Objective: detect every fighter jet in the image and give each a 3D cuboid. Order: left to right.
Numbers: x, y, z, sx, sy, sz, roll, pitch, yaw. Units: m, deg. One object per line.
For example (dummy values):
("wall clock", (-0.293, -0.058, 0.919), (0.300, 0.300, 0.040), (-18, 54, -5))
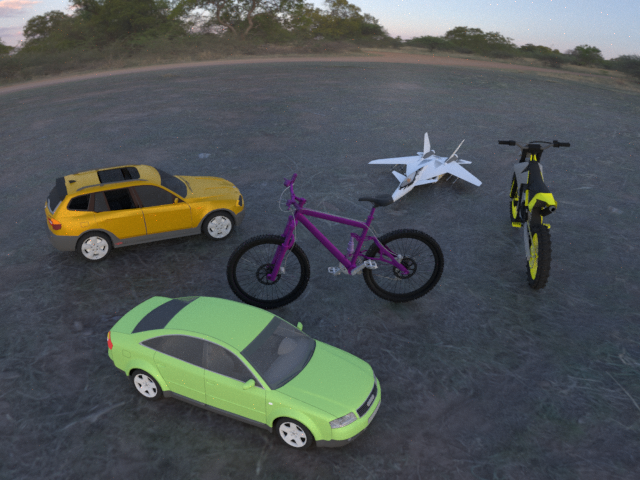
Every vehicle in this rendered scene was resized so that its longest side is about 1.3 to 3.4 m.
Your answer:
("fighter jet", (1.840, -1.300, 12.938), (2.229, 0.557, 2.640), (15, 31, 26))

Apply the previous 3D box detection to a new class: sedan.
("sedan", (-0.858, 1.274, 7.606), (3.137, 0.940, 1.235), (12, 30, 22))

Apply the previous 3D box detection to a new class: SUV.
("SUV", (-2.708, -0.573, 10.932), (3.058, 1.128, 1.276), (-10, 29, -19))

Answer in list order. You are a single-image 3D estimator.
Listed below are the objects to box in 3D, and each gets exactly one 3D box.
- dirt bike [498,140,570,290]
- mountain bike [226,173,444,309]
("dirt bike", (3.102, -0.568, 10.343), (1.024, 1.666, 2.903), (3, 28, 6))
("mountain bike", (0.215, 0.115, 9.014), (2.857, 1.688, 1.114), (-2, 28, -5))
